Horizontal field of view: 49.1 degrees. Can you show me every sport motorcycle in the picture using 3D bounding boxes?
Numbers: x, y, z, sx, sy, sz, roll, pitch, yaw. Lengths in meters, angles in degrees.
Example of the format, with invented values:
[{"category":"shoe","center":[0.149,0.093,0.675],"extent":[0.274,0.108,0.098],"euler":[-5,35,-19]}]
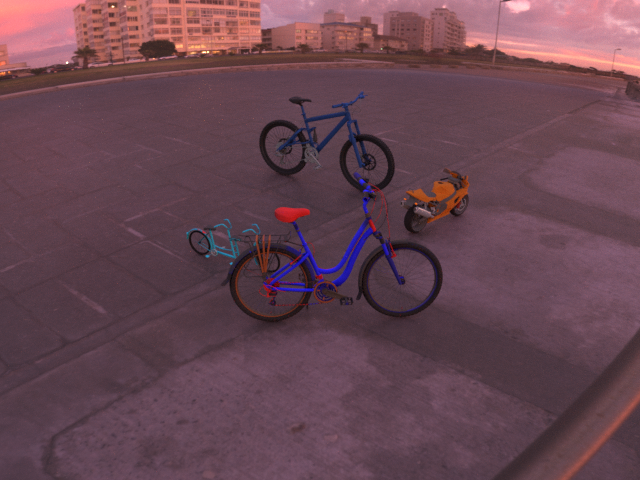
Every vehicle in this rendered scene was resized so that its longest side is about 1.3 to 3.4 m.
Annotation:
[{"category":"sport motorcycle","center":[1.922,-0.639,11.405],"extent":[1.520,0.821,0.506],"euler":[-20,33,-35]}]

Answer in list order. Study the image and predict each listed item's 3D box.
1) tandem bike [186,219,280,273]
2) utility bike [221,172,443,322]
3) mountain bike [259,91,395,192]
[{"category":"tandem bike","center":[-1.289,0.032,10.202],"extent":[1.642,0.682,0.283],"euler":[13,29,25]},{"category":"utility bike","center":[0.152,0.126,8.703],"extent":[2.791,1.839,1.039],"euler":[-1,26,-3]},{"category":"mountain bike","center":[0.069,-1.838,12.857],"extent":[2.857,1.688,1.114],"euler":[14,30,27]}]
